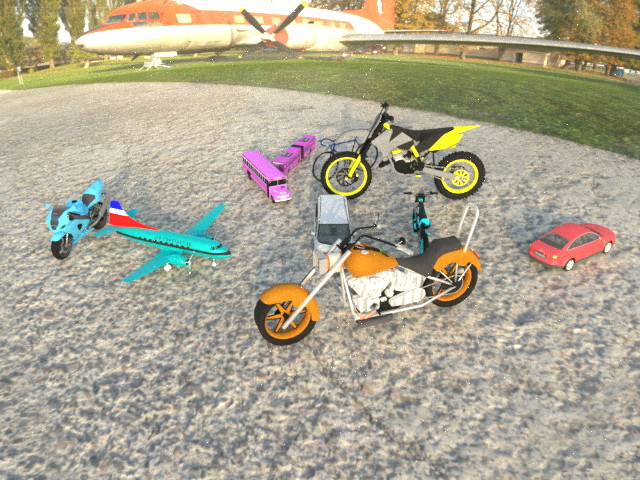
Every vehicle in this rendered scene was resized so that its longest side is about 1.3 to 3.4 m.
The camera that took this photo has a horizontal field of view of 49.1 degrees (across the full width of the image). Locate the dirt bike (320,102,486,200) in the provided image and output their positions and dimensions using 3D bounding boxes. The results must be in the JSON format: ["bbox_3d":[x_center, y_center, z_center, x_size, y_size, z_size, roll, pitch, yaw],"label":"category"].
[{"bbox_3d":[1.455,-1.450,12.099,2.903,1.666,1.024,-1,28,-2],"label":"dirt bike"}]

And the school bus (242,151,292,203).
[{"bbox_3d":[-0.989,-1.171,12.896,0.365,0.434,1.708,-12,30,-22],"label":"school bus"}]

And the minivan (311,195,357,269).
[{"bbox_3d":[0.202,-0.133,10.711,0.681,0.616,1.548,0,28,-1],"label":"minivan"}]

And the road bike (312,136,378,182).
[{"bbox_3d":[0.497,-1.609,13.284,1.545,0.852,0.358,-17,32,-30],"label":"road bike"}]

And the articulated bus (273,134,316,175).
[{"bbox_3d":[-0.505,-1.738,14.141,0.311,0.289,1.749,10,29,18],"label":"articulated bus"}]

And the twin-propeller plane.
[{"bbox_3d":[-2.271,-0.091,10.440,2.129,0.792,2.663,11,29,19],"label":"twin-propeller plane"}]

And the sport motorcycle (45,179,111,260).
[{"bbox_3d":[-3.748,-0.336,10.878,0.506,0.821,1.520,6,28,12],"label":"sport motorcycle"}]

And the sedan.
[{"bbox_3d":[3.840,0.010,10.581,1.613,0.483,0.635,-18,33,-31],"label":"sedan"}]

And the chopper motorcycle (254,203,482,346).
[{"bbox_3d":[0.657,0.411,8.736,3.040,1.480,0.906,-9,29,-17],"label":"chopper motorcycle"}]

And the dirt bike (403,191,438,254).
[{"bbox_3d":[1.539,-0.279,10.730,0.527,0.857,1.493,0,28,0],"label":"dirt bike"}]
